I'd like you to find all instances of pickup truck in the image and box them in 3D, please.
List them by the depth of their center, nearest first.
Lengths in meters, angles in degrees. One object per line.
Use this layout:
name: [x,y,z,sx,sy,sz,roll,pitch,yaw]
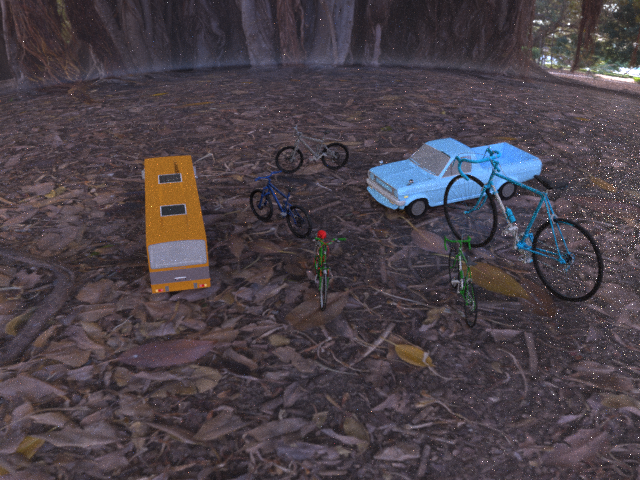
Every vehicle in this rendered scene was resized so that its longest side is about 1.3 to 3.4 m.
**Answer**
pickup truck: [2.405,-1.243,12.470,3.117,0.993,1.244,-12,30,-22]

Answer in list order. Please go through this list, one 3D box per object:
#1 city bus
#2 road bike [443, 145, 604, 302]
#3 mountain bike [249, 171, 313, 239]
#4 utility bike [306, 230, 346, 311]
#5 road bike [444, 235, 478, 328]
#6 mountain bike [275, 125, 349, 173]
city bus: [-2.240,-0.312,10.770,0.926,0.894,3.255,-6,28,-11]
road bike: [2.787,-0.305,9.925,0.696,1.656,3.004,-16,31,-29]
mountain bike: [-0.653,-0.575,11.310,1.469,0.868,0.573,24,36,39]
utility bike: [0.064,0.288,9.549,0.535,0.946,1.435,-2,27,-4]
road bike: [1.891,0.488,9.264,0.358,0.852,1.545,-1,27,-3]
mountain bike: [-0.149,-1.739,13.568,1.469,0.868,0.573,-6,28,-11]
